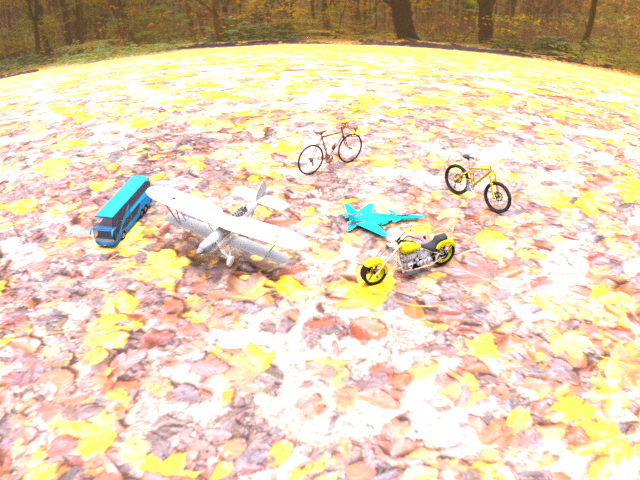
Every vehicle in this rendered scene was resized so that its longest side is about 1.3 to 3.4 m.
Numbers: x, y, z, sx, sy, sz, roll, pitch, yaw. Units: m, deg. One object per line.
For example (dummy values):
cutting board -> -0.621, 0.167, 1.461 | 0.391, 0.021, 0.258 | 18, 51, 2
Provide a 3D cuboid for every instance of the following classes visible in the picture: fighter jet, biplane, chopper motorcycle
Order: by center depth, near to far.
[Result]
chopper motorcycle -> 1.305, 0.167, 10.153 | 1.563, 0.761, 0.466 | -13, 33, -21
biplane -> -1.273, -0.259, 10.667 | 2.598, 0.981, 2.120 | 12, 32, 20
fighter jet -> 1.082, -0.423, 11.640 | 1.358, 0.286, 1.147 | -4, 30, -6

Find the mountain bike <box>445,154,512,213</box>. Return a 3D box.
mountain bike -> 2.728, -1.036, 12.114 | 0.573, 0.868, 1.469 | -22, 37, -32

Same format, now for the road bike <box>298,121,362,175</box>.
road bike -> 0.207, -1.765, 13.384 | 1.545, 0.852, 0.358 | -20, 36, -31

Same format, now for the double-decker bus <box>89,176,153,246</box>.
double-decker bus -> -3.223, -0.476, 11.476 | 0.389, 0.541, 1.672 | 5, 31, 9
